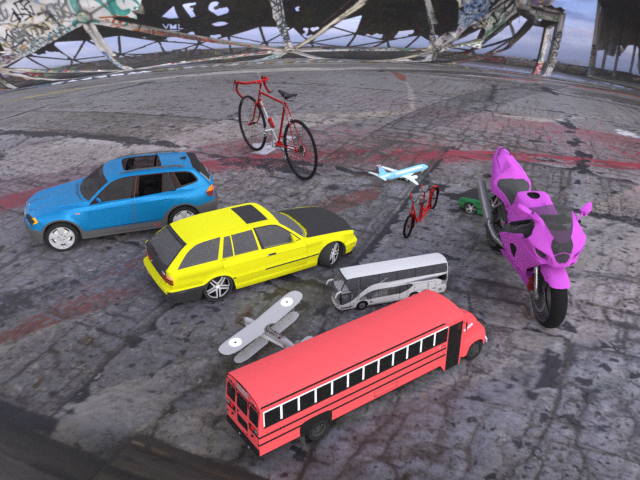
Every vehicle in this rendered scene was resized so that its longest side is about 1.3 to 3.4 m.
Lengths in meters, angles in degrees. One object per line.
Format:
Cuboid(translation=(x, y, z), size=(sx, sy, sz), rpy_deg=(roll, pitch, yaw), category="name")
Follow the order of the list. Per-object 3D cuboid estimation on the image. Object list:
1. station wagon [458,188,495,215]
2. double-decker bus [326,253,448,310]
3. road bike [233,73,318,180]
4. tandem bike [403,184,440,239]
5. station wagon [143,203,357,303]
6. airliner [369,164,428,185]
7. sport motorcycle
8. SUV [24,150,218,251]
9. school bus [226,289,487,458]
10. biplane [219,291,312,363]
Cuboid(translation=(3.154, -0.624, 11.879), size=(1.597, 0.473, 0.682), rpy_deg=(19, 33, 31), category="station wagon")
Cuboid(translation=(0.934, 0.572, 9.576), size=(1.672, 0.541, 0.389), rpy_deg=(-8, 29, -15), category="double-decker bus")
Cuboid(translation=(-0.889, -2.266, 13.692), size=(0.697, 1.656, 3.004), rpy_deg=(-18, 33, -29), category="road bike")
Cuboid(translation=(1.704, -0.597, 11.609), size=(0.283, 0.682, 1.642), rpy_deg=(14, 31, 24), category="tandem bike")
Cuboid(translation=(-0.955, 0.003, 10.237), size=(3.105, 0.920, 1.327), rpy_deg=(-15, 32, -26), category="station wagon")
Cuboid(translation=(1.579, -1.365, 13.309), size=(1.307, 0.429, 1.161), rpy_deg=(-19, 33, -31), category="airliner")
Cuboid(translation=(2.865, -0.114, 9.740), size=(0.983, 1.596, 2.955), rpy_deg=(-2, 28, -3), category="sport motorcycle")
Cuboid(translation=(-3.206, -0.722, 11.370), size=(3.058, 1.128, 1.276), rpy_deg=(-9, 29, -16), category="SUV")
Cuboid(translation=(0.560, 1.337, 7.828), size=(3.322, 0.844, 0.709), rpy_deg=(-19, 33, -31), category="school bus")
Cuboid(translation=(-0.582, 1.170, 8.499), size=(1.090, 0.504, 1.336), rpy_deg=(23, 36, 36), category="biplane")
